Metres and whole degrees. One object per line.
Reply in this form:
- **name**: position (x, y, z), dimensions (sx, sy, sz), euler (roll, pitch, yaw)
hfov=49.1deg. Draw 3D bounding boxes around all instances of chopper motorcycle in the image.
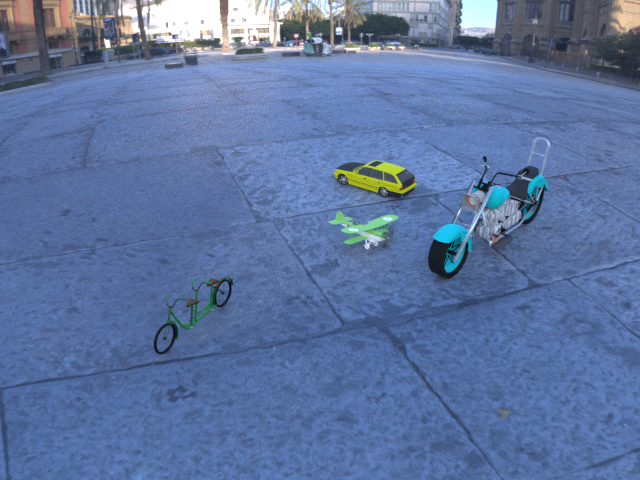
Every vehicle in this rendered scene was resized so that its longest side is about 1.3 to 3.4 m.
- **chopper motorcycle**: position (2.671, -0.544, 10.785), dimensions (0.906, 1.480, 3.040), euler (24, 36, 37)

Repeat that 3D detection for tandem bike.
- **tandem bike**: position (-1.603, 0.837, 9.014), dimensions (0.283, 0.682, 1.642), euler (14, 31, 25)

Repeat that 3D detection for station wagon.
- **station wagon**: position (1.012, -1.227, 13.170), dimensions (1.597, 0.473, 0.682), euler (20, 34, 33)

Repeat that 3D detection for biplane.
- **biplane**: position (0.674, -0.178, 11.137), dimensions (1.090, 0.504, 1.336), euler (22, 35, 36)
